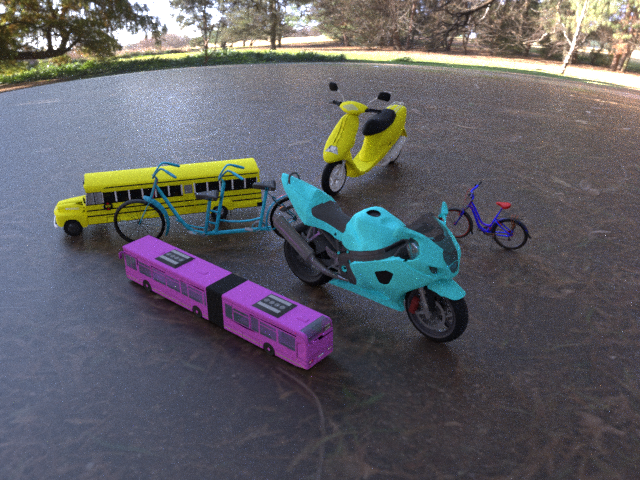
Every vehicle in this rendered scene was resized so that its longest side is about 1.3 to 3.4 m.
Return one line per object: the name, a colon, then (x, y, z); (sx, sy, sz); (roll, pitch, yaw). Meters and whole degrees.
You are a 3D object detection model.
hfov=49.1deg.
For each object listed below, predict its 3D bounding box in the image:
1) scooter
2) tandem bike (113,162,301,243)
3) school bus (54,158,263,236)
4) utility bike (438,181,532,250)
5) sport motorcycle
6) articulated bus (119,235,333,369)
scooter: (0.860, -1.987, 12.828); (1.288, 1.786, 2.721); (19, 33, 32)
tandem bike: (-1.519, -0.535, 10.524); (3.192, 1.326, 0.550); (-2, 27, -3)
school bus: (-2.635, -0.739, 11.441); (3.322, 0.844, 0.709); (-7, 28, -13)
utility bike: (2.472, -0.326, 10.533); (1.435, 0.946, 0.535); (13, 30, 23)
sport motorcycle: (0.607, 0.177, 8.854); (2.955, 1.596, 0.983); (22, 35, 36)
articulated bus: (-1.300, 0.709, 8.952); (3.401, 0.561, 0.605); (21, 34, 34)
